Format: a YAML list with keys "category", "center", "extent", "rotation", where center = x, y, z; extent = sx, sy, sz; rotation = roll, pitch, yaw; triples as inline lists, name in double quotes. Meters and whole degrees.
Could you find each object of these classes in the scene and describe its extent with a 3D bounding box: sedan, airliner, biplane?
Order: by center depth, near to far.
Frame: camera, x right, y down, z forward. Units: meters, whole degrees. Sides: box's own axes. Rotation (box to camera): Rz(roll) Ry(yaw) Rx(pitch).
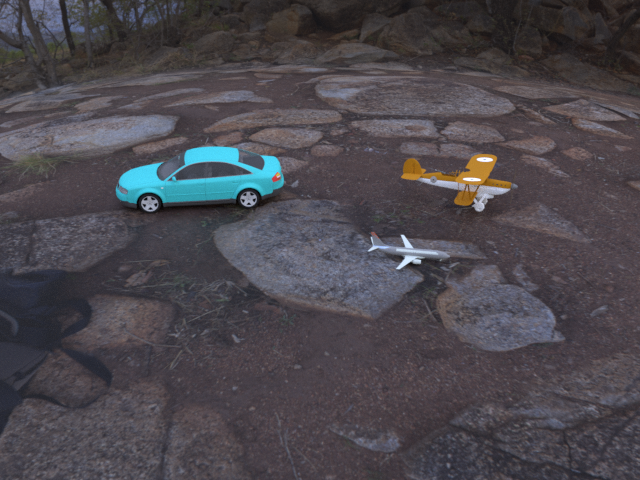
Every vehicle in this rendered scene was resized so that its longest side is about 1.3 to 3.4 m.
- category: "airliner"
  center: [1.439, 0.110, 11.240]
  extent: [1.307, 0.429, 1.161]
  rotation: [4, 28, 8]
- category: "biplane"
  center: [2.576, -1.107, 12.956]
  extent: [2.120, 0.981, 2.598]
  rotation: [10, 29, 18]
- category: "sedan"
  center: [-2.253, -1.207, 13.189]
  extent: [3.137, 0.940, 1.235]
  rotation: [-3, 28, -6]
